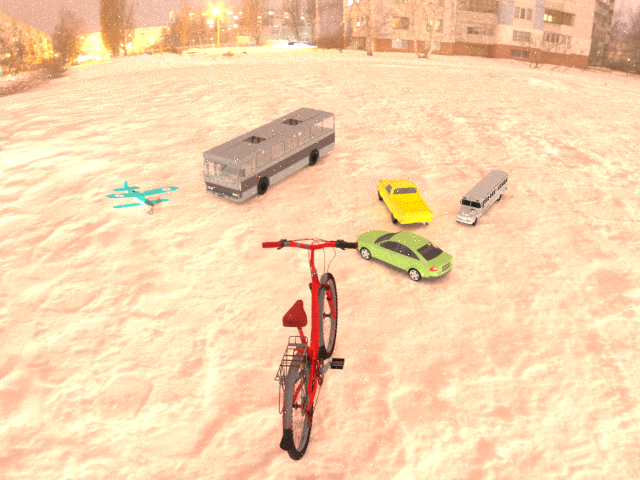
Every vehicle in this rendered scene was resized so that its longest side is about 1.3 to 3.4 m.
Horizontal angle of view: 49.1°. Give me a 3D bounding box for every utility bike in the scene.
[{"bbox_3d":[-0.172,0.957,7.527,1.039,1.839,2.791,5,28,9],"label":"utility bike"}]

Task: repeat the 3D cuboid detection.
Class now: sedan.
[{"bbox_3d":[1.237,0.141,10.529,1.613,0.483,0.635,23,36,37],"label":"sedan"}]

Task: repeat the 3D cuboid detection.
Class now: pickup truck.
[{"bbox_3d":[1.457,-0.719,12.132,0.640,0.511,1.603,-5,28,-9],"label":"pickup truck"}]

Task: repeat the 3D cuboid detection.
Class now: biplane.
[{"bbox_3d":[-3.144,-0.754,12.205,1.336,0.504,1.090,-22,35,-36],"label":"biplane"}]

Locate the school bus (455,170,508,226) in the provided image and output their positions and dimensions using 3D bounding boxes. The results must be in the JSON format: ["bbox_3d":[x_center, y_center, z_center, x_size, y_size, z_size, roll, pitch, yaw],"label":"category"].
[{"bbox_3d":[2.847,-0.754,12.280,0.365,0.434,1.708,16,32,28],"label":"school bus"}]

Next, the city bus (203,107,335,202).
[{"bbox_3d":[-0.887,-1.685,13.553,0.926,0.894,3.255,17,32,28],"label":"city bus"}]
